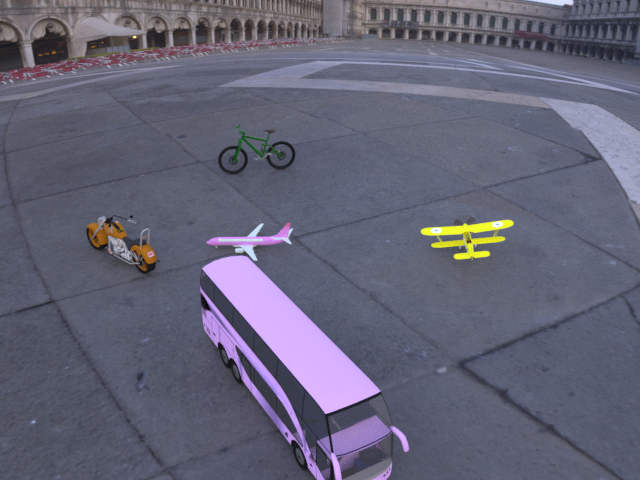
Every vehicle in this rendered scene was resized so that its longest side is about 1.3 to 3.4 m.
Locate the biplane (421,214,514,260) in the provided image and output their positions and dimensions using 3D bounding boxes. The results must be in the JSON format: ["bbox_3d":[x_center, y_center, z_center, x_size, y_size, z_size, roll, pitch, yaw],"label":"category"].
[{"bbox_3d":[2.160,0.018,10.291,1.336,0.504,1.090,2,29,4],"label":"biplane"}]

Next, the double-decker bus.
[{"bbox_3d":[-0.351,1.314,7.326,0.756,1.052,3.251,-16,32,-26],"label":"double-decker bus"}]

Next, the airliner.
[{"bbox_3d":[-1.065,-0.066,10.524,1.307,0.429,1.161,0,28,0],"label":"airliner"}]

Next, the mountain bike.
[{"bbox_3d":[-1.177,-1.680,13.042,1.469,0.868,0.573,-7,29,-13],"label":"mountain bike"}]

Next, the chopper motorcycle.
[{"bbox_3d":[-2.906,-0.032,10.115,1.563,0.761,0.466,22,35,35],"label":"chopper motorcycle"}]
